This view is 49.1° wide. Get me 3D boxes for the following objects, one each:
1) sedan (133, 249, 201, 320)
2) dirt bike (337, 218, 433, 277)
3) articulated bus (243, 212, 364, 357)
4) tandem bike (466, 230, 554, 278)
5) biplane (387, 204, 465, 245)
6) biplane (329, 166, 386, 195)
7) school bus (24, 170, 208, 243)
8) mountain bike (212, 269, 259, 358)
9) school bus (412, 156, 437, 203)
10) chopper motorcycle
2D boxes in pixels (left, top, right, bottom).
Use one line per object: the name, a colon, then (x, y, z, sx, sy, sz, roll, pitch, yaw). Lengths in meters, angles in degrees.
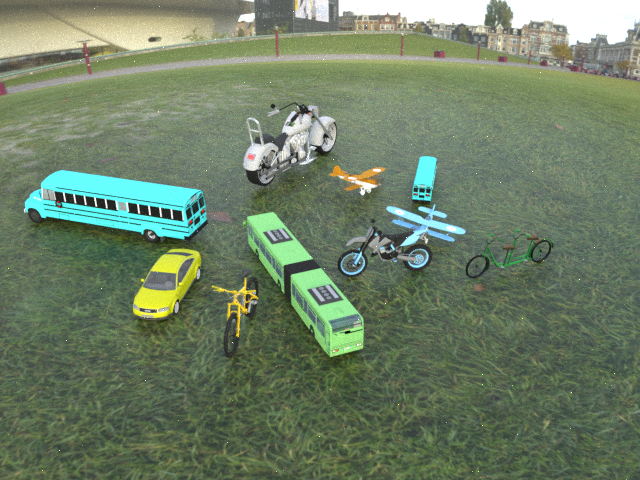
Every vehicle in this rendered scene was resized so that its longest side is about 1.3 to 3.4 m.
sedan: (-2.206, 0.577, 10.161, 0.635, 0.483, 1.613, 5, 29, 9)
dirt bike: (0.998, 0.147, 10.567, 1.493, 0.857, 0.527, -5, 29, -10)
articulated bus: (-0.321, 0.516, 10.192, 0.605, 0.561, 3.401, -11, 30, -20)
tandem bike: (2.938, 0.163, 10.721, 1.642, 0.682, 0.283, -12, 30, -21)
biplane: (1.797, -0.275, 11.725, 1.336, 0.504, 1.090, 11, 30, 19)
biplane: (0.713, -1.169, 13.390, 1.090, 0.504, 1.336, 19, 33, 31)
school bus: (-3.582, -0.605, 11.980, 3.322, 0.844, 0.709, 9, 30, 16)
mountain bike: (-1.036, 0.868, 9.212, 0.573, 0.868, 1.469, 5, 29, 9)
school bus: (2.037, -1.207, 13.535, 0.365, 0.434, 1.708, 6, 29, 11)
chopper motorcycle: (-0.519, -2.118, 14.126, 0.906, 1.480, 3.040, 16, 32, 28)
